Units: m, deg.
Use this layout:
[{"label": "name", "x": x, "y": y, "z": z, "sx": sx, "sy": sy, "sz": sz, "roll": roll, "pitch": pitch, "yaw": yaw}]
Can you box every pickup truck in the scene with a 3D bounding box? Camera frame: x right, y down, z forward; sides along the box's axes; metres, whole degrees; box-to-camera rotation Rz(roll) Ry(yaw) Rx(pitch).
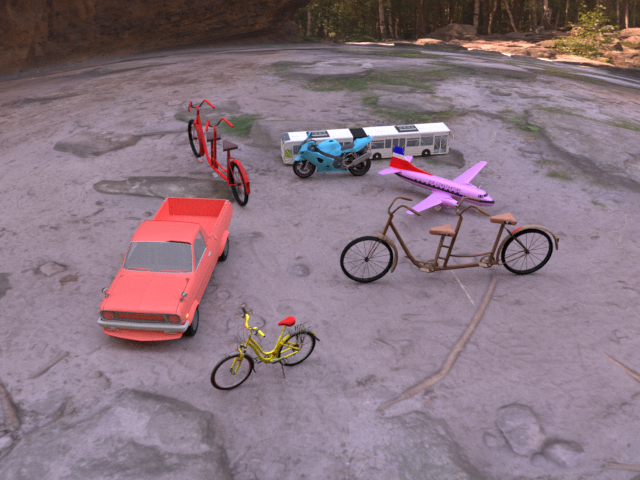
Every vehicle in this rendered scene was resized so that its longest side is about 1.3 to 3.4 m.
[{"label": "pickup truck", "x": -2.074, "y": 0.204, "z": 9.874, "sx": 1.244, "sy": 0.993, "sz": 3.117, "roll": 3, "pitch": 30, "yaw": 5}]

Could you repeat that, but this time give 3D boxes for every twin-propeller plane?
[{"label": "twin-propeller plane", "x": 2.106, "y": -1.056, "z": 12.253, "sx": 2.129, "sy": 0.792, "sz": 2.663, "roll": 22, "pitch": 36, "yaw": 33}]

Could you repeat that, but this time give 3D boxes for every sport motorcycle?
[{"label": "sport motorcycle", "x": 0.242, "y": -1.569, "z": 13.111, "sx": 1.520, "sy": 0.821, "sz": 0.506, "roll": -3, "pitch": 30, "yaw": -5}]

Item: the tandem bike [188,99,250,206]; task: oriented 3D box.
[{"label": "tandem bike", "x": -1.926, "y": -1.705, "z": 12.843, "sx": 0.550, "sy": 1.326, "sz": 3.192, "roll": -14, "pitch": 33, "yaw": -23}]

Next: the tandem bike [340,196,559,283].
[{"label": "tandem bike", "x": 1.870, "y": -0.009, "z": 9.911, "sx": 3.192, "sy": 1.326, "sz": 0.550, "roll": -3, "pitch": 30, "yaw": -5}]

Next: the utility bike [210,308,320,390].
[{"label": "utility bike", "x": -0.596, "y": 1.251, "z": 8.113, "sx": 1.435, "sy": 0.946, "sz": 0.535, "roll": -16, "pitch": 34, "yaw": -26}]

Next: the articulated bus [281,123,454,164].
[{"label": "articulated bus", "x": 0.936, "y": -1.930, "z": 13.993, "sx": 3.401, "sy": 0.561, "sz": 0.605, "roll": -5, "pitch": 30, "yaw": -9}]
